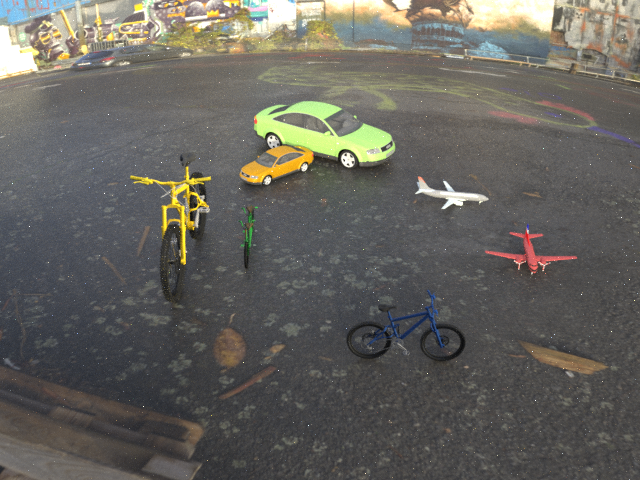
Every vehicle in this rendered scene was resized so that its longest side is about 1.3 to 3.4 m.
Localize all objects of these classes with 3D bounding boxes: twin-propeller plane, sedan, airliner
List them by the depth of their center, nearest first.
[{"bbox_3d":[3.235,0.149,10.779,1.370,0.407,1.095,4,30,6],"label":"twin-propeller plane"},{"bbox_3d":[2.384,-0.895,12.599,1.307,0.429,1.161,5,30,9],"label":"airliner"},{"bbox_3d":[-0.839,-1.506,13.623,1.613,0.483,0.635,-24,38,-36],"label":"sedan"},{"bbox_3d":[0.070,-2.289,14.543,3.137,0.940,1.235,17,34,27],"label":"sedan"}]

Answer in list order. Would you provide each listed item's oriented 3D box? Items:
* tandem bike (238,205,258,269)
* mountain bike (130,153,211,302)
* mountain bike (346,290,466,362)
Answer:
[{"bbox_3d":[-1.126,-0.191,11.099,0.283,0.682,1.642,0,30,-1],"label":"tandem bike"},{"bbox_3d":[-2.024,-0.376,10.406,1.114,1.688,2.857,1,30,2],"label":"mountain bike"},{"bbox_3d":[1.062,1.124,8.590,1.469,0.868,0.573,1,30,3],"label":"mountain bike"}]
